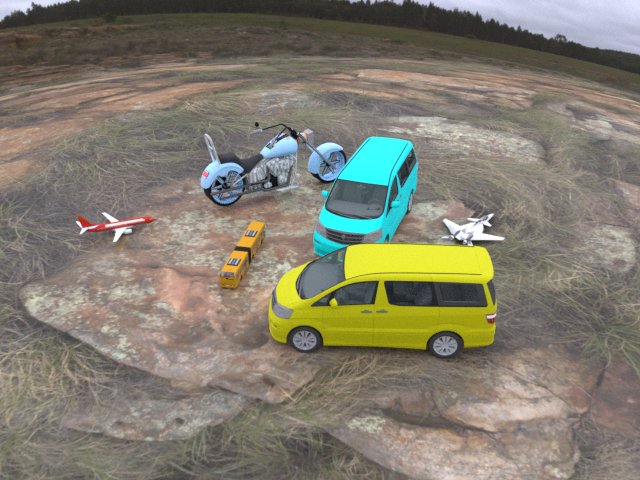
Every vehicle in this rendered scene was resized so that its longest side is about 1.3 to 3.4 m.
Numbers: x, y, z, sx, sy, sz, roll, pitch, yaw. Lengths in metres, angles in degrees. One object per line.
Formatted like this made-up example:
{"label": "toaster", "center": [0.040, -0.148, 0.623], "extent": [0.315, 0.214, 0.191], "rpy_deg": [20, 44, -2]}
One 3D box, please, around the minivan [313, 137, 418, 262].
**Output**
{"label": "minivan", "center": [0.843, -0.732, 11.992], "extent": [1.324, 1.197, 3.011], "rpy_deg": [10, 31, 17]}

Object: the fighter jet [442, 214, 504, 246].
{"label": "fighter jet", "center": [2.712, -0.292, 12.136], "extent": [1.147, 0.286, 1.358], "rpy_deg": [21, 35, 33]}

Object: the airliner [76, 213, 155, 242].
{"label": "airliner", "center": [-3.506, -0.341, 12.078], "extent": [1.307, 0.429, 1.161], "rpy_deg": [-12, 31, -21]}

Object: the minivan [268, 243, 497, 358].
{"label": "minivan", "center": [0.809, 0.730, 9.367], "extent": [3.011, 1.197, 1.324], "rpy_deg": [2, 29, 3]}

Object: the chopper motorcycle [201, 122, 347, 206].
{"label": "chopper motorcycle", "center": [-0.812, -1.536, 13.145], "extent": [3.040, 1.480, 0.906], "rpy_deg": [-17, 33, -28]}

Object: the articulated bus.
{"label": "articulated bus", "center": [-1.214, 0.209, 11.235], "extent": [0.311, 0.289, 1.749], "rpy_deg": [6, 30, 10]}
